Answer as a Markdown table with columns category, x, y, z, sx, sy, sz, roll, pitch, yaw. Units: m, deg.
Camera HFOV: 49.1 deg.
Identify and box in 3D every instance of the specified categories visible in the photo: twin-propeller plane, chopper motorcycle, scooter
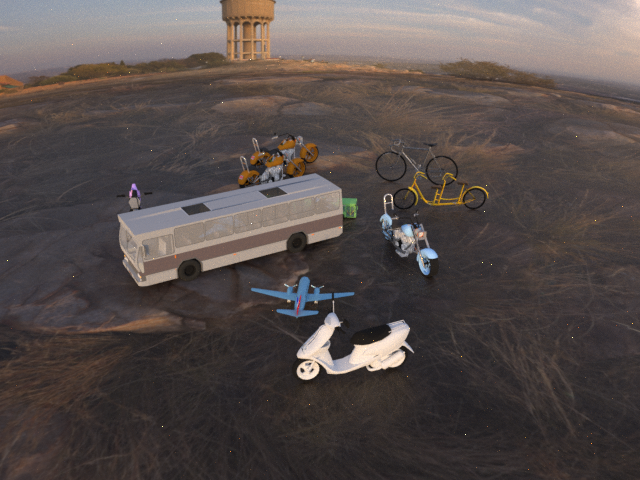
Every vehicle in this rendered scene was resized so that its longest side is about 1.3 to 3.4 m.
| category | x | y | z | sx | sy | sz | roll | pitch | yaw |
| --- | --- | --- | --- | --- | --- | --- | --- | --- | --- |
| twin-propeller plane | -0.240 | 0.694 | 9.149 | 1.370 | 0.407 | 1.095 | 2 | 26 | 4 |
| chopper motorcycle | -0.866 | -1.341 | 12.908 | 1.563 | 0.761 | 0.466 | -23 | 35 | -39 |
| scooter | 0.372 | 1.107 | 7.724 | 1.399 | 0.919 | 0.662 | -6 | 27 | -12 |
| chopper motorcycle | -0.685 | -1.766 | 13.776 | 1.563 | 0.761 | 0.466 | -18 | 31 | -33 |
| chopper motorcycle | 1.307 | -0.083 | 10.335 | 0.466 | 0.761 | 1.563 | -10 | 28 | -20 |

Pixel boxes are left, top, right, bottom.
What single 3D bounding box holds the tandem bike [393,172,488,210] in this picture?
| category | x | y | z | sx | sy | sz | roll | pitch | yaw |
| --- | --- | --- | --- | --- | --- | --- | --- | --- | --- |
| tandem bike | 2.069 | -0.831 | 11.956 | 1.642 | 0.682 | 0.283 | -1 | 26 | -1 |

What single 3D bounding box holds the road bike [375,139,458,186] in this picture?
| category | x | y | z | sx | sy | sz | roll | pitch | yaw |
| --- | --- | --- | --- | --- | --- | --- | --- | --- | --- |
| road bike | 1.797 | -1.445 | 13.017 | 1.545 | 0.852 | 0.358 | 6 | 27 | 13 |

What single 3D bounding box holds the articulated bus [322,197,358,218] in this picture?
| category | x | y | z | sx | sy | sz | roll | pitch | yaw |
| --- | --- | --- | --- | --- | --- | --- | --- | --- | --- |
| articulated bus | -0.230 | -0.569 | 11.867 | 1.749 | 0.289 | 0.311 | 2 | 26 | 5 |

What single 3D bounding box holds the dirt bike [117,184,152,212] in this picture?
| category | x | y | z | sx | sy | sz | roll | pitch | yaw |
| --- | --- | --- | --- | --- | --- | --- | --- | --- | --- |
| dirt bike | -2.831 | -0.385 | 10.845 | 0.527 | 0.857 | 1.493 | -7 | 27 | -13 |

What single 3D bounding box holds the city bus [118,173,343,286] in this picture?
| category | x | y | z | sx | sy | sz | roll | pitch | yaw |
| --- | --- | --- | --- | --- | --- | --- | --- | --- | --- |
| city bus | -1.244 | -0.171 | 10.364 | 3.255 | 0.894 | 0.926 | -15 | 30 | -27 |
